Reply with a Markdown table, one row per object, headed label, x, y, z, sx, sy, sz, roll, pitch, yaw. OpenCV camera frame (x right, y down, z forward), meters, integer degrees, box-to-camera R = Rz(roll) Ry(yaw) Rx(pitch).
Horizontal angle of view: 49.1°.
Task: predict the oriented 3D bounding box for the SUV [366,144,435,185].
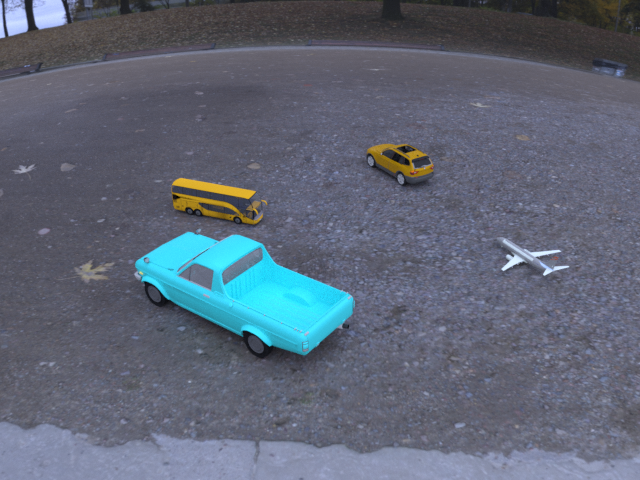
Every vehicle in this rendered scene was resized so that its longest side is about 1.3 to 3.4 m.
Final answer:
| label | x | y | z | sx | sy | sz | roll | pitch | yaw |
| --- | --- | --- | --- | --- | --- | --- | --- | --- | --- |
| SUV | 1.531 | -1.559 | 13.481 | 0.656 | 0.580 | 1.572 | -18 | 35 | -27 |

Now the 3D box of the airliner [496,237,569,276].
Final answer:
| label | x | y | z | sx | sy | sz | roll | pitch | yaw |
| --- | --- | --- | --- | --- | --- | --- | --- | --- | --- |
| airliner | 3.156 | 0.159 | 10.722 | 1.161 | 0.429 | 1.307 | -15 | 34 | -24 |

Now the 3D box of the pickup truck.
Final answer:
| label | x | y | z | sx | sy | sz | roll | pitch | yaw |
| --- | --- | --- | --- | --- | --- | --- | --- | --- | --- |
| pickup truck | -1.089 | 0.589 | 9.440 | 3.117 | 0.993 | 1.244 | 20 | 36 | 30 |

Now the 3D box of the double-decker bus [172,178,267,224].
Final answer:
| label | x | y | z | sx | sy | sz | roll | pitch | yaw |
| --- | --- | --- | --- | --- | --- | --- | --- | --- | --- |
| double-decker bus | -1.741 | -0.657 | 11.993 | 1.672 | 0.541 | 0.389 | 11 | 32 | 18 |
